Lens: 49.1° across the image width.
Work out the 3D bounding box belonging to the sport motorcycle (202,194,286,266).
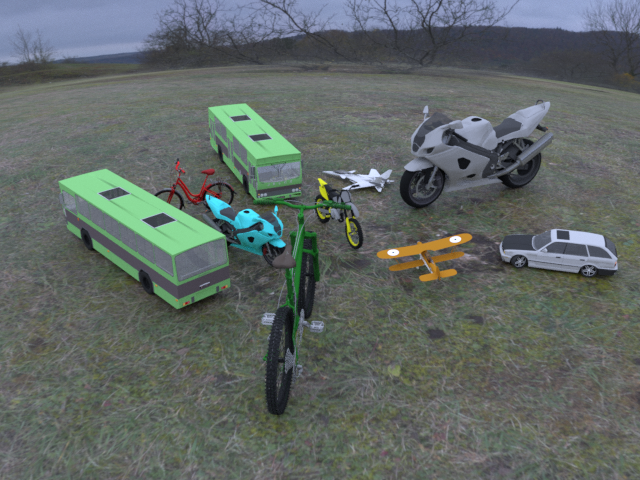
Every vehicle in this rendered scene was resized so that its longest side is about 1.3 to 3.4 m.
[{"bbox_3d":[-1.070,-0.138,10.095,1.520,0.821,0.506,19,32,33],"label":"sport motorcycle"}]

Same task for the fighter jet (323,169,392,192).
[{"bbox_3d":[0.630,-1.201,12.784,1.358,0.286,1.147,15,30,27],"label":"fighter jet"}]

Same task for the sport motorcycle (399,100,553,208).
[{"bbox_3d":[2.650,-1.479,11.885,2.955,1.596,0.983,-12,29,-23],"label":"sport motorcycle"}]

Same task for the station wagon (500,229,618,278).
[{"bbox_3d":[3.383,0.129,9.954,1.597,0.473,0.682,7,28,14],"label":"station wagon"}]

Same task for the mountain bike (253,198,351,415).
[{"bbox_3d":[-0.270,0.558,7.764,1.114,1.688,2.857,3,27,7],"label":"mountain bike"}]

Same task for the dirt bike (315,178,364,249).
[{"bbox_3d":[0.281,-0.471,10.713,0.527,0.857,1.493,-13,30,-24],"label":"dirt bike"}]

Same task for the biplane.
[{"bbox_3d":[1.471,0.282,9.617,1.336,0.504,1.090,-4,27,-8],"label":"biplane"}]

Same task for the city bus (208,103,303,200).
[{"bbox_3d":[-1.279,-1.658,13.015,0.926,0.894,3.255,-10,29,-20],"label":"city bus"}]

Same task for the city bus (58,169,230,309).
[{"bbox_3d":[-2.559,-0.075,9.890,0.926,0.894,3.255,-23,35,-37],"label":"city bus"}]

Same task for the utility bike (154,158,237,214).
[{"bbox_3d":[-2.029,-0.808,11.279,1.435,0.946,0.535,-10,29,-19],"label":"utility bike"}]
